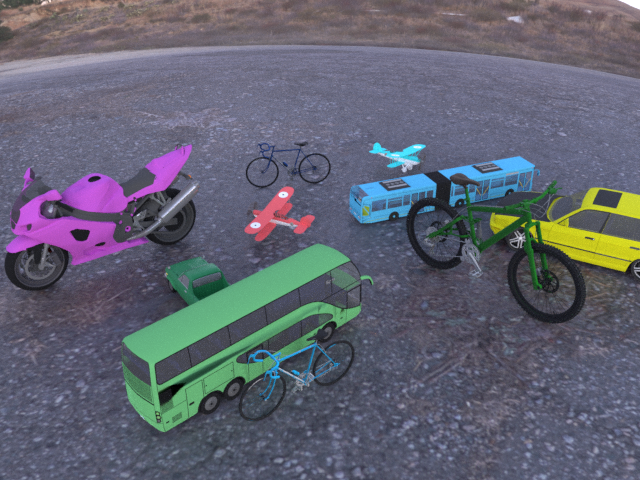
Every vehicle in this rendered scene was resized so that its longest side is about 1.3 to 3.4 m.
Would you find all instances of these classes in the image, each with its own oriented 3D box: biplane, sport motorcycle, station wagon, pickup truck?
[{"bbox_3d":[-0.641,-0.322,11.057,1.090,0.504,1.336,14,33,23],"label":"biplane"},{"bbox_3d":[1.487,-1.596,13.285,1.090,0.504,1.336,19,35,30],"label":"biplane"},{"bbox_3d":[-3.071,-0.353,10.013,2.955,1.596,0.983,-22,36,-33],"label":"sport motorcycle"},{"bbox_3d":[4.149,-0.239,10.493,3.105,0.920,1.327,15,33,25],"label":"station wagon"},{"bbox_3d":[-1.514,0.653,9.346,0.640,0.511,1.603,-18,34,-29],"label":"pickup truck"}]

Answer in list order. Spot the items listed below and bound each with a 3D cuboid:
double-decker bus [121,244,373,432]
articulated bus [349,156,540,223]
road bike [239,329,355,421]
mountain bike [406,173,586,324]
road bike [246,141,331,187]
[{"bbox_3d":[-0.735,1.000,8.195,3.251,1.052,0.756,-26,39,-38],"label":"double-decker bus"},{"bbox_3d":[2.146,-0.872,11.962,3.401,0.561,0.605,-12,32,-19],"label":"articulated bus"},{"bbox_3d":[-0.225,1.429,7.646,1.545,0.852,0.358,-20,35,-31],"label":"road bike"},{"bbox_3d":[2.268,-0.025,9.346,1.114,1.688,2.857,-25,38,-36],"label":"mountain bike"},{"bbox_3d":[-0.564,-1.361,12.525,1.545,0.852,0.358,-5,30,-9],"label":"road bike"}]
